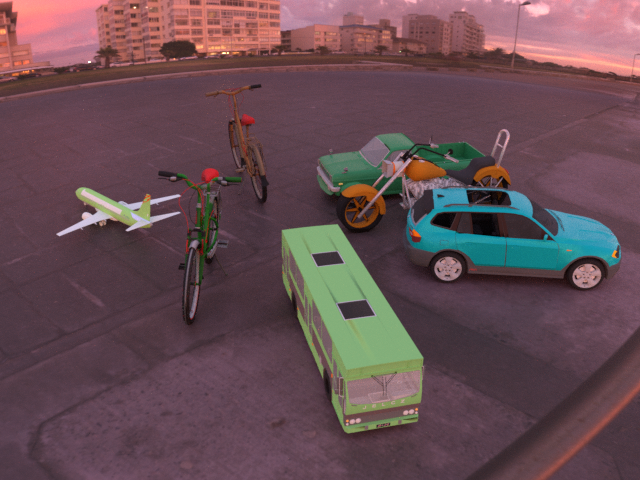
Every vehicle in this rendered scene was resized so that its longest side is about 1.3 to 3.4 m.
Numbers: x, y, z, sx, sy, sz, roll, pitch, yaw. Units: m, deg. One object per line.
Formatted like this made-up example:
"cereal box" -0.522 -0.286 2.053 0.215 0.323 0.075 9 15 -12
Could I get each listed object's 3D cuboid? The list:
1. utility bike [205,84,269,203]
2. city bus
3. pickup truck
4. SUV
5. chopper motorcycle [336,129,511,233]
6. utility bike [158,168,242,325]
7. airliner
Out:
"utility bike" -1.455 -1.818 12.776 1.039 1.839 2.791 -8 27 -17
"city bus" 0.244 0.899 8.305 0.926 0.894 3.255 -6 27 -12
"pickup truck" 1.522 -1.398 12.879 3.117 0.993 1.244 -6 27 -13
"SUV" 2.735 -0.102 10.082 3.058 1.128 1.276 3 26 6
"chopper motorcycle" 1.746 -0.975 11.464 3.040 1.480 0.906 -8 27 -15
"utility bike" -1.499 -0.184 9.441 1.039 1.839 2.791 0 26 0
"airliner" -3.447 -0.683 11.600 2.541 0.835 2.257 24 35 39
